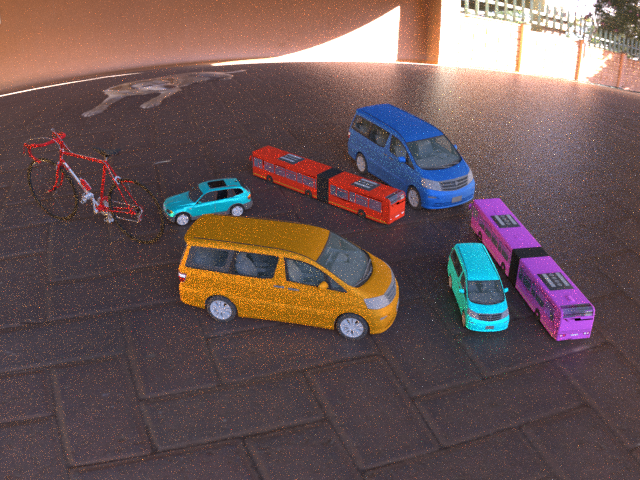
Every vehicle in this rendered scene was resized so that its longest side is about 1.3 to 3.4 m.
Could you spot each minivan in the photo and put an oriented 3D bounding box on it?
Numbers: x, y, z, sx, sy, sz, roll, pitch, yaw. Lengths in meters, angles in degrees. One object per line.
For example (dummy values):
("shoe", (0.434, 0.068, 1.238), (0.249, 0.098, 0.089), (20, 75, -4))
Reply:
("minivan", (-0.407, 0.445, 9.673), (3.011, 1.197, 1.324), (6, 30, 11))
("minivan", (1.711, -1.637, 13.424), (1.324, 1.197, 3.011), (-15, 32, -25))
("minivan", (2.230, 0.649, 9.903), (0.681, 0.616, 1.548), (-1, 29, -2))

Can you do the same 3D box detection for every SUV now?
("SUV", (-1.991, -0.715, 12.399), (1.572, 0.580, 0.656), (-10, 31, -17))

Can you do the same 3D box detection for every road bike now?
("road bike", (-3.797, -0.885, 11.596), (3.004, 1.656, 0.696), (14, 32, 24))

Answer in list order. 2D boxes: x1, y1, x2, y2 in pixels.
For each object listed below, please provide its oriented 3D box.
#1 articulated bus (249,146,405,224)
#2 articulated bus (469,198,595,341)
("articulated bus", (0.059, -1.072, 13.060), (3.401, 0.561, 0.605), (23, 36, 35))
("articulated bus", (3.076, 0.312, 10.568), (0.605, 0.561, 3.401), (-4, 29, -8))
